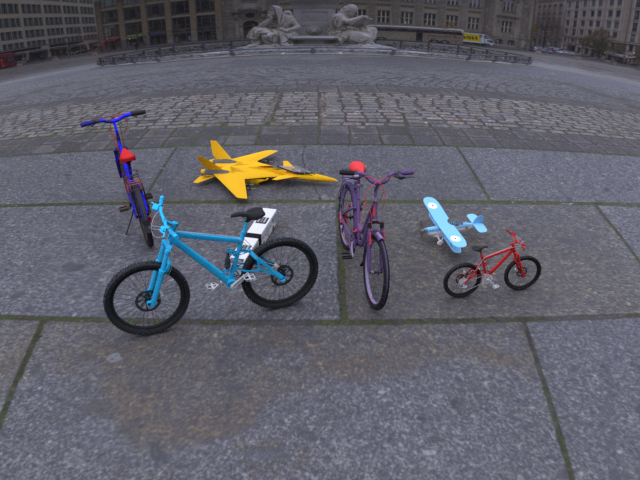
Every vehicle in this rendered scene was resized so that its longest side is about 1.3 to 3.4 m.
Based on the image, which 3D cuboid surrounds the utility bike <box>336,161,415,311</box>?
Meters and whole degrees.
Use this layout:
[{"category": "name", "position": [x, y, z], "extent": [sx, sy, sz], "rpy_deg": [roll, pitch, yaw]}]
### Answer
[{"category": "utility bike", "position": [0.695, -0.340, 10.094], "extent": [1.039, 1.839, 2.791], "rpy_deg": [-6, 30, -10]}]

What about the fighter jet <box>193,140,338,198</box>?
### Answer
[{"category": "fighter jet", "position": [-0.959, -1.381, 13.200], "extent": [2.640, 0.557, 2.229], "rpy_deg": [6, 30, 10]}]

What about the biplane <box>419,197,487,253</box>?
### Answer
[{"category": "biplane", "position": [2.121, -0.194, 11.180], "extent": [1.090, 0.504, 1.336], "rpy_deg": [-8, 31, -14]}]

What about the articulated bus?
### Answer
[{"category": "articulated bus", "position": [-1.029, -0.004, 11.067], "extent": [0.311, 0.289, 1.749], "rpy_deg": [7, 30, 11]}]

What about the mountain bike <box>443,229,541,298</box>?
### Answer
[{"category": "mountain bike", "position": [2.439, 0.386, 9.803], "extent": [1.469, 0.868, 0.573], "rpy_deg": [-6, 30, -10]}]

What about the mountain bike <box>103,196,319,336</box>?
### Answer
[{"category": "mountain bike", "position": [-1.373, 0.340, 9.060], "extent": [2.857, 1.688, 1.114], "rpy_deg": [-10, 31, -17]}]

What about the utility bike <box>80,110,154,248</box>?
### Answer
[{"category": "utility bike", "position": [-3.175, -1.061, 11.353], "extent": [1.039, 1.839, 2.791], "rpy_deg": [-12, 32, -19]}]
